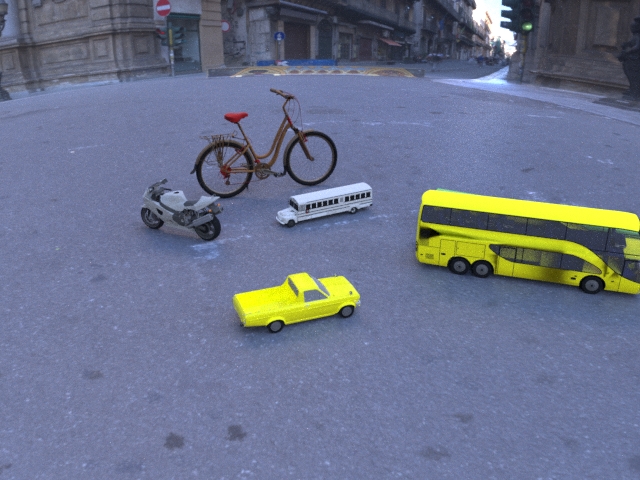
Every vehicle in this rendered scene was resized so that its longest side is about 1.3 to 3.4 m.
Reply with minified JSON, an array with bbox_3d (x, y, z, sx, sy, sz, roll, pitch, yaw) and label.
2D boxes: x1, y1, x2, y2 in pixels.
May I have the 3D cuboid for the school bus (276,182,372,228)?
[{"bbox_3d":[0.076,-0.605,11.843,1.708,0.434,0.365,-13,29,-25],"label":"school bus"}]

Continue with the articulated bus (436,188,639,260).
[{"bbox_3d":[3.343,-0.239,10.946,3.401,0.561,0.605,12,28,23],"label":"articulated bus"}]

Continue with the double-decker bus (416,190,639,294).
[{"bbox_3d":[2.992,0.022,9.849,3.251,1.052,0.756,8,27,16],"label":"double-decker bus"}]

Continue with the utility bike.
[{"bbox_3d":[-1.015,-1.771,12.633,2.791,1.839,1.039,-10,28,-19],"label":"utility bike"}]

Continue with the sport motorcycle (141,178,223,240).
[{"bbox_3d":[-2.227,-0.464,11.112,1.520,0.821,0.506,11,28,21],"label":"sport motorcycle"}]

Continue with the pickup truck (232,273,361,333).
[{"bbox_3d":[-0.294,0.748,8.974,1.603,0.511,0.640,-10,28,-19],"label":"pickup truck"}]
